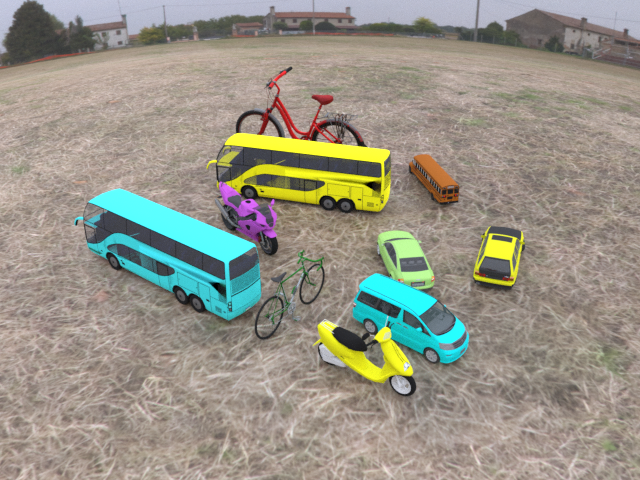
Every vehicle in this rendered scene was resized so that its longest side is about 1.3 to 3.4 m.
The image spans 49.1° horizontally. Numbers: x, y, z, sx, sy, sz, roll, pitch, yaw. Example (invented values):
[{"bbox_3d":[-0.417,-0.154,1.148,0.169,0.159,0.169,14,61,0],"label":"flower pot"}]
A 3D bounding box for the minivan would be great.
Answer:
[{"bbox_3d":[1.174,0.993,9.031,1.548,0.616,0.681,22,37,33],"label":"minivan"}]

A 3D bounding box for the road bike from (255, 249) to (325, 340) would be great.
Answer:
[{"bbox_3d":[-0.379,0.698,9.307,0.358,0.852,1.545,19,35,30],"label":"road bike"}]

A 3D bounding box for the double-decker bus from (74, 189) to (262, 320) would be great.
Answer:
[{"bbox_3d":[-2.241,0.122,10.104,3.251,1.052,0.756,21,36,32],"label":"double-decker bus"}]

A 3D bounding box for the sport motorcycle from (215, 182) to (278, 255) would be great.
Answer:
[{"bbox_3d":[-1.149,-0.350,11.152,0.506,0.821,1.520,-22,37,-33],"label":"sport motorcycle"}]

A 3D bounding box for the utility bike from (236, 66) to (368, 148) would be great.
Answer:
[{"bbox_3d":[-0.425,-2.251,13.429,2.791,1.839,1.039,10,32,17],"label":"utility bike"}]

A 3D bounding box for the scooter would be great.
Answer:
[{"bbox_3d":[0.520,1.270,8.248,1.399,0.919,0.662,18,35,28],"label":"scooter"}]

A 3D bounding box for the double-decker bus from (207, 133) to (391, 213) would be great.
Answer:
[{"bbox_3d":[-0.368,-1.211,12.415,3.251,1.052,0.756,9,31,14],"label":"double-decker bus"}]

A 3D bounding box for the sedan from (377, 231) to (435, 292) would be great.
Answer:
[{"bbox_3d":[1.262,0.238,10.473,0.635,0.483,1.613,-4,30,-7],"label":"sedan"}]

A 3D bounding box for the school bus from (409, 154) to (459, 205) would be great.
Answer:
[{"bbox_3d":[2.075,-1.168,12.957,0.365,0.434,1.708,-7,31,-12],"label":"school bus"}]

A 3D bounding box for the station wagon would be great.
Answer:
[{"bbox_3d":[2.737,0.161,10.614,0.682,0.473,1.597,10,31,17],"label":"station wagon"}]
